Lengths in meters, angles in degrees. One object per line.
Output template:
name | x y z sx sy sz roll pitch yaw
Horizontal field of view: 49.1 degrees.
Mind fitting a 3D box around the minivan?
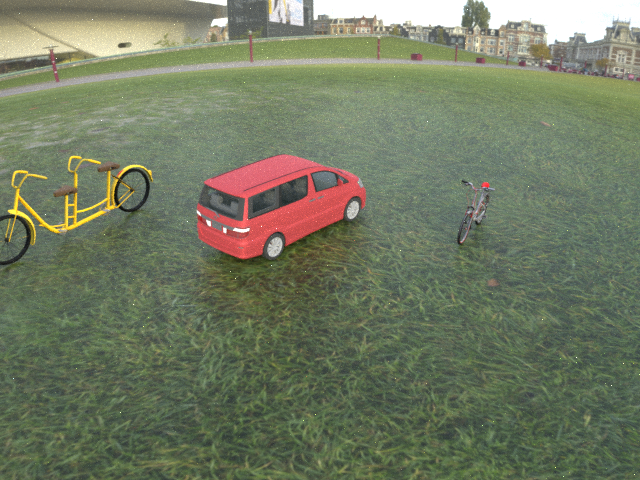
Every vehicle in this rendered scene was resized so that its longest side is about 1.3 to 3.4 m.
minivan | -0.516 -0.691 11.197 1.324 1.197 3.011 22 34 37

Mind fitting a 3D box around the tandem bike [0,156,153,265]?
tandem bike | -3.881 -0.679 11.032 0.550 1.326 3.192 18 32 32

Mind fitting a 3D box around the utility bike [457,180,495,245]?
utility bike | 2.527 -0.523 11.143 0.535 0.946 1.435 14 30 26
